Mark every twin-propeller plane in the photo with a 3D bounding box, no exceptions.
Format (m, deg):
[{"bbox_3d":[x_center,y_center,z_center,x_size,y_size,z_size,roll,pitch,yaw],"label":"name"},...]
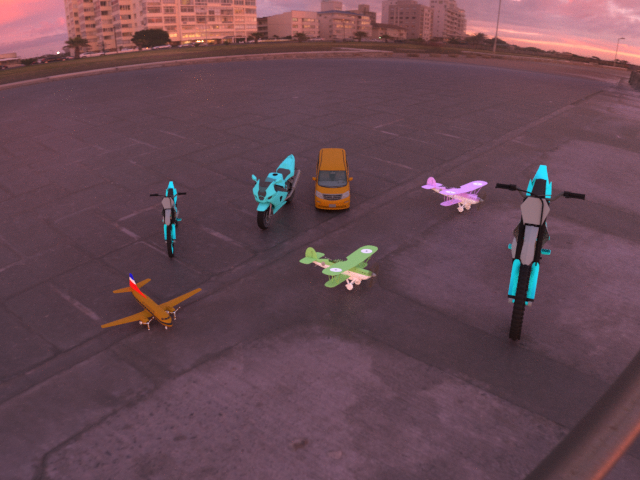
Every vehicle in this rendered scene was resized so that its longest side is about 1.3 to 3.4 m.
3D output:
[{"bbox_3d":[-2.139,0.775,8.780,1.370,0.407,1.095,-21,34,-34],"label":"twin-propeller plane"}]

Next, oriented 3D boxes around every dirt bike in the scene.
[{"bbox_3d":[2.712,-0.019,8.943,1.024,1.666,2.903,9,29,17],"label":"dirt bike"},{"bbox_3d":[-2.232,-0.377,10.512,0.527,0.857,1.493,-4,28,-7],"label":"dirt bike"}]

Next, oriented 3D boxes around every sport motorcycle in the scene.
[{"bbox_3d":[-0.706,-0.790,11.348,0.506,0.821,1.520,8,29,16],"label":"sport motorcycle"}]

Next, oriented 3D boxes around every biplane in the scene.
[{"bbox_3d":[0.279,0.352,9.491,1.090,0.504,1.336,15,31,27],"label":"biplane"},{"bbox_3d":[2.249,-0.785,11.680,1.090,0.504,1.336,22,35,36],"label":"biplane"}]

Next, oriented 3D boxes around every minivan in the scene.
[{"bbox_3d":[0.215,-1.060,12.089,0.681,0.616,1.548,0,27,1],"label":"minivan"}]
